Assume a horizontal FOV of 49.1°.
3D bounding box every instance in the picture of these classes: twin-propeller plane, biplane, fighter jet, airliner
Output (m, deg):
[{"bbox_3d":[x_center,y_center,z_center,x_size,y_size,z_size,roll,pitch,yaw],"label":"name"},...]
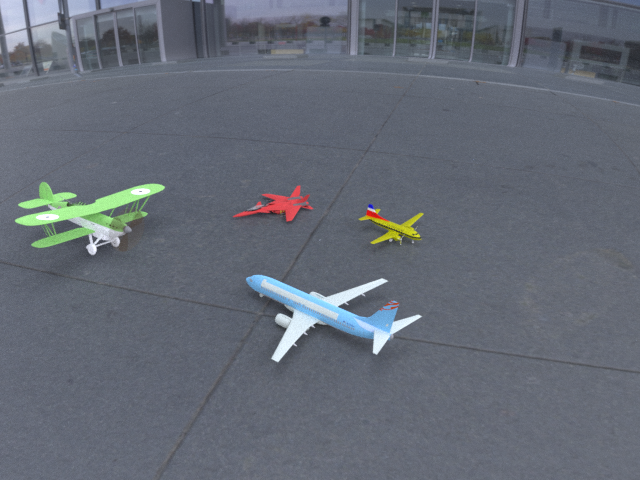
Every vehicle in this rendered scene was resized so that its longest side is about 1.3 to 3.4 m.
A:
[{"bbox_3d":[1.165,-0.252,11.147,1.095,0.407,1.370,23,36,35],"label":"twin-propeller plane"},{"bbox_3d":[-3.627,-0.403,10.828,2.120,0.981,2.598,18,34,29],"label":"biplane"},{"bbox_3d":[-0.848,-0.604,11.910,1.358,0.286,1.147,-13,31,-22],"label":"fighter jet"},{"bbox_3d":[-0.040,0.721,8.941,2.541,0.835,2.257,21,35,33],"label":"airliner"}]
